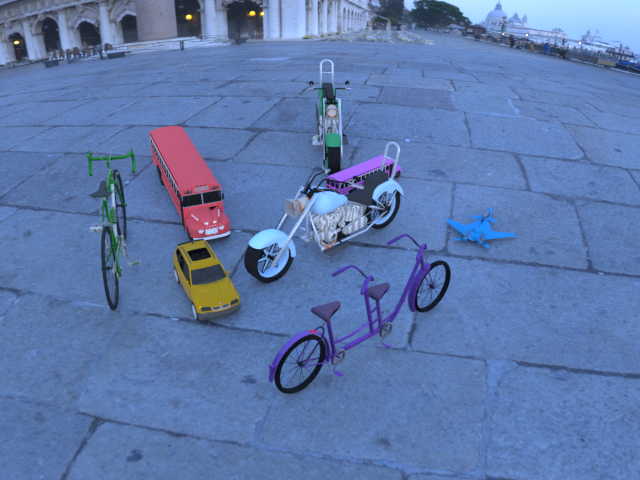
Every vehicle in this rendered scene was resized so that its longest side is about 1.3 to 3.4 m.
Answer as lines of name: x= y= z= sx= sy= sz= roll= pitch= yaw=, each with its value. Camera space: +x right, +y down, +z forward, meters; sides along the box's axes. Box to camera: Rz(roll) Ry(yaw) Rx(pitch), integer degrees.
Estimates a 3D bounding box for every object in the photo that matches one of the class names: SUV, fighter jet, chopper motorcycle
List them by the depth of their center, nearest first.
SUV: x=-1.629 y=0.523 z=9.874 sx=0.656 sy=0.580 sz=1.572 roll=-13 pitch=33 yaw=-21
chopper motorcycle: x=0.134 y=-0.456 z=10.643 sx=3.040 sy=1.480 sz=0.906 roll=-24 pitch=38 yaw=-34
fighter jet: x=2.689 y=-0.320 z=11.584 sx=1.147 sy=0.286 sz=1.358 roll=14 pitch=33 yaw=22
chopper motorcycle: x=0.196 y=-2.524 z=14.136 sx=0.906 sy=1.480 sz=3.040 roll=-1 pitch=31 yaw=-2

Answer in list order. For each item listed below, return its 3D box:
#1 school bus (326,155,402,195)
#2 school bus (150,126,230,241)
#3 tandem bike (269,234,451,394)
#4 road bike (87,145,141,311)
school bus: x=0.846 y=-1.188 z=12.905 sx=1.708 sy=0.434 sz=0.365 roll=-25 pitch=39 yaw=-35
school bus: x=-2.314 y=-1.031 z=12.237 sx=0.709 sy=0.844 sz=3.322 roll=-12 pitch=33 yaw=-19
tandem bike: x=0.614 y=0.814 z=8.650 sx=3.192 sy=1.326 sz=0.550 roll=-25 pitch=39 yaw=-35
road bike: x=-3.018 y=-0.293 z=10.196 sx=0.696 sy=1.656 sz=3.004 roll=-5 pitch=31 yaw=-9
